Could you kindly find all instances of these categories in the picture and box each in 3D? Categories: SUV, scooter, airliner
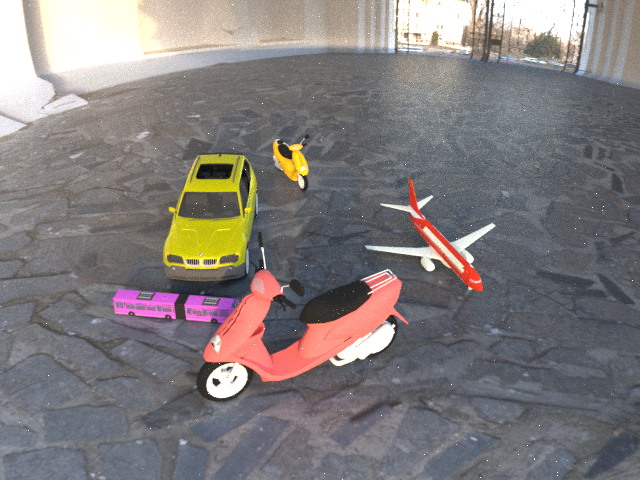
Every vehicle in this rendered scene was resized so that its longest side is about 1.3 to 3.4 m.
[{"bbox_3d":[-1.683,-0.458,11.146,1.276,1.128,3.058,0,30,0],"label":"SUV"},{"bbox_3d":[-0.565,-1.569,13.274,0.662,0.919,1.399,-15,33,-24],"label":"scooter"},{"bbox_3d":[1.871,-0.096,10.813,2.257,0.835,2.541,-10,31,-16],"label":"airliner"},{"bbox_3d":[-0.164,0.884,8.172,2.721,1.786,1.288,-13,32,-21],"label":"scooter"}]

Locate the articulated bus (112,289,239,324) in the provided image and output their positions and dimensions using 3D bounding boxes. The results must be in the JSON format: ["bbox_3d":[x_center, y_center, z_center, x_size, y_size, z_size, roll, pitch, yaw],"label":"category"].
[{"bbox_3d":[-1.978,0.912,9.618,1.749,0.289,0.311,4,30,7],"label":"articulated bus"}]
